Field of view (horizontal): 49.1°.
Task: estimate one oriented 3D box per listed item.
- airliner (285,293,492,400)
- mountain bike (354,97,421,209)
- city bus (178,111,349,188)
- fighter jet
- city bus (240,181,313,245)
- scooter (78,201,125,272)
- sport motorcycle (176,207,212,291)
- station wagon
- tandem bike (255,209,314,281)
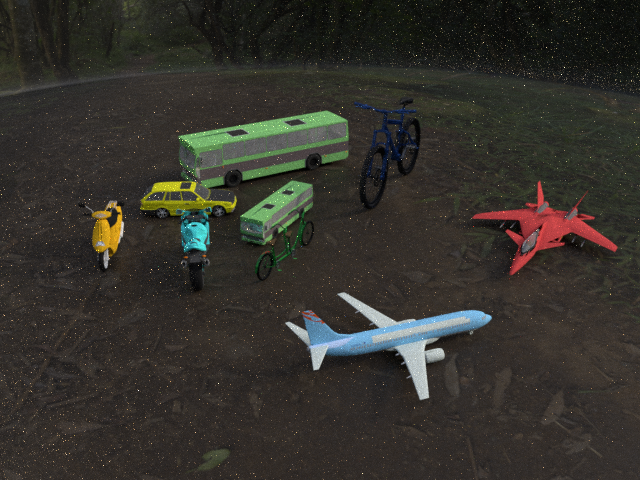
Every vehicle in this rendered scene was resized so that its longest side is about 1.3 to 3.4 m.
[{"bbox_3d":[0.946,0.958,8.195,2.541,0.835,2.257,-10,28,-19],"label":"airliner"},{"bbox_3d":[1.305,-1.694,12.506,1.114,1.688,2.857,12,29,23],"label":"mountain bike"},{"bbox_3d":[-1.026,-1.730,13.458,3.255,0.894,0.926,-15,30,-27],"label":"city bus"},{"bbox_3d":[3.364,-0.170,10.740,2.229,0.557,2.640,16,31,28],"label":"fighter jet"},{"bbox_3d":[-0.675,-0.449,11.401,0.476,0.460,1.674,13,29,24],"label":"city bus"},{"bbox_3d":[-3.164,-0.210,10.417,0.662,0.919,1.399,-2,27,-4],"label":"scooter"},{"bbox_3d":[-1.764,0.082,9.948,0.506,0.821,1.520,-4,27,-8],"label":"sport motorcycle"},{"bbox_3d":[-2.227,-0.714,11.912,1.597,0.473,0.682,-1,27,-3],"label":"station wagon"},{"bbox_3d":[-0.496,0.019,10.227,0.283,0.682,1.642,14,30,25],"label":"tandem bike"}]
